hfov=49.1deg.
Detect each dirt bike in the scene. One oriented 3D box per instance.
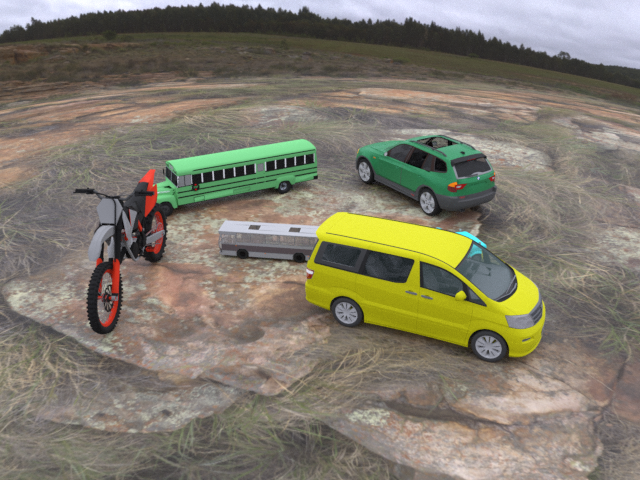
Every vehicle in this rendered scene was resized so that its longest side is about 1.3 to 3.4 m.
[{"bbox_3d":[-2.585,-0.029,9.514,1.024,1.666,2.903,2,26,5],"label":"dirt bike"}]

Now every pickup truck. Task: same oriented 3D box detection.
[{"bbox_3d":[1.708,0.134,10.517,1.603,0.511,0.640,-10,27,-21],"label":"pickup truck"}]

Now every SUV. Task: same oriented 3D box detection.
[{"bbox_3d":[1.900,-1.398,13.020,1.276,1.128,3.058,-15,29,-29],"label":"SUV"}]

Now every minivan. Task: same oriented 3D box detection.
[{"bbox_3d":[1.335,0.519,8.907,3.011,1.197,1.324,11,28,22],"label":"minivan"}]

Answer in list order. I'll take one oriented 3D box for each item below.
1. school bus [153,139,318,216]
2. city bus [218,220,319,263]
[{"bbox_3d":[-1.645,-1.184,12.901,3.322,0.844,0.709,-13,29,-26],"label":"school bus"},{"bbox_3d":[-0.700,0.032,10.790,1.674,0.460,0.476,4,26,8],"label":"city bus"}]
